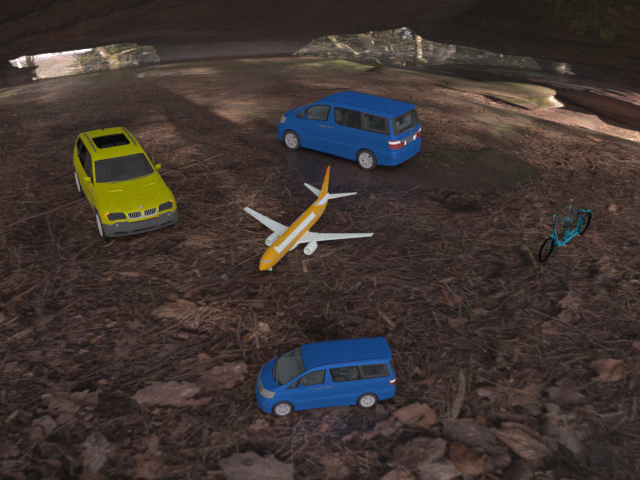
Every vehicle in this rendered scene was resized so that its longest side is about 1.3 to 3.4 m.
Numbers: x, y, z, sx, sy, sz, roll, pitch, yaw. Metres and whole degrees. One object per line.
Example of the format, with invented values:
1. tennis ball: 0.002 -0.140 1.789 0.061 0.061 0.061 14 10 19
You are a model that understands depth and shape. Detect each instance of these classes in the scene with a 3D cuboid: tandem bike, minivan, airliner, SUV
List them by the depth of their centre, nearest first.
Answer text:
1. minivan: 0.054 1.491 7.795 1.548 0.616 0.681 -4 29 -7
2. tandem bike: 3.818 -0.185 10.775 0.283 0.682 1.642 26 38 38
3. airliner: -0.333 -0.343 10.902 2.257 0.835 2.541 12 31 21
4. SUV: -3.407 -1.072 11.924 1.276 1.128 3.058 -14 32 -23
5. minivan: 0.524 -2.329 14.139 3.011 1.197 1.324 19 34 31
